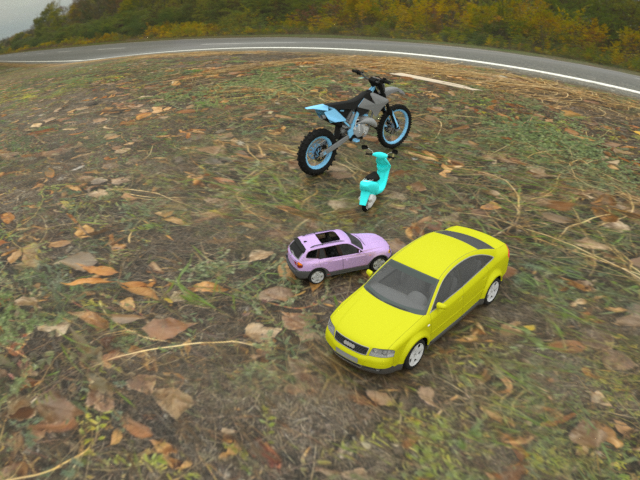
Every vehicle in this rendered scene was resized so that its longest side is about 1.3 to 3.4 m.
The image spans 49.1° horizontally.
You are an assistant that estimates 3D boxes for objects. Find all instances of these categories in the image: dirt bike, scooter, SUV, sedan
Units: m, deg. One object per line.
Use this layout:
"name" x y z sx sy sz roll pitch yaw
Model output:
"dirt bike" 0.720 -2.288 13.380 2.903 1.666 1.024 -23 37 -33
"scooter" 0.968 -1.121 12.140 0.662 0.919 1.399 12 32 19
"SUV" 0.285 0.161 10.301 1.572 0.580 0.656 -11 32 -17
"sedan" 1.349 0.610 9.187 1.235 0.940 3.137 24 38 35
